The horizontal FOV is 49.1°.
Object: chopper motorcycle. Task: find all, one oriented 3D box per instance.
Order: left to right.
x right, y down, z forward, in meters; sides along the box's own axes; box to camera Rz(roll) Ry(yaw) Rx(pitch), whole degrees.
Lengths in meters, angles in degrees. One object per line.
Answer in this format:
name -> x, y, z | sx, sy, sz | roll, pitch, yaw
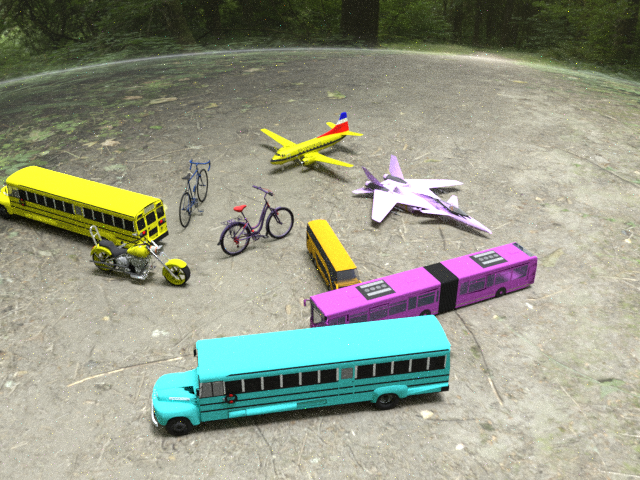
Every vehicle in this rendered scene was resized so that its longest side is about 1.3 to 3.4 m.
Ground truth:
chopper motorcycle -> -2.632, 0.229, 10.144 | 1.563, 0.761, 0.466 | 8, 31, 14

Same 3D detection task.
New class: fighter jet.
fighter jet -> 1.884, -0.740, 12.048 | 2.229, 0.557, 2.640 | -24, 38, -36

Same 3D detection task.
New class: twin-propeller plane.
twin-propeller plane -> -0.171, -1.963, 13.954 | 2.129, 0.792, 2.663 | -25, 38, -36

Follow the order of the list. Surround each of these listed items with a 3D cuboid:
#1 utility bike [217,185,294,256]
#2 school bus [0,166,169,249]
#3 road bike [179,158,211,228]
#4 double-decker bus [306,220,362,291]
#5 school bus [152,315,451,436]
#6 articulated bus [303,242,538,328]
utility bike -> -1.025, -0.332, 10.941 | 1.435, 0.946, 0.535 | -21, 36, -32
school bus -> -4.016, -0.548, 11.421 | 3.322, 0.844, 0.709 | 15, 33, 24
road bike -> -2.152, -0.843, 11.932 | 0.358, 0.852, 1.545 | 4, 30, 8
double-decker bus -> 0.175, 0.303, 10.237 | 0.389, 0.541, 1.672 | -8, 31, -14
school bus -> -0.221, 1.484, 7.861 | 3.322, 0.844, 0.709 | -5, 30, -9
articulated bus -> 1.451, 0.694, 9.530 | 3.401, 0.561, 0.605 | -13, 32, -22
